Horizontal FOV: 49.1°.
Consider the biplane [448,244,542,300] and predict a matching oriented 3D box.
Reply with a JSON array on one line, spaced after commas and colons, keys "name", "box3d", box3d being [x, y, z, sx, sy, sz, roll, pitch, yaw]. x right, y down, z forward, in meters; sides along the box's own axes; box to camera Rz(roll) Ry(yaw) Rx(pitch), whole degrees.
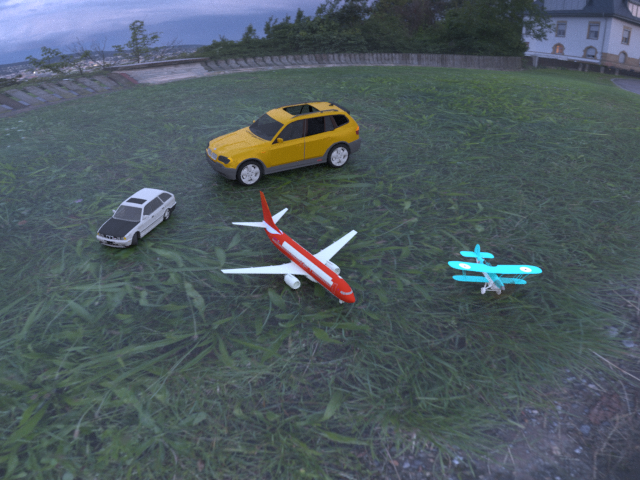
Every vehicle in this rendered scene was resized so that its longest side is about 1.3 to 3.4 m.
[{"name": "biplane", "box3d": [2.340, 0.420, 9.652, 1.336, 0.504, 1.090, -4, 28, -8]}]

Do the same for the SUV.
[{"name": "SUV", "box3d": [-0.686, -1.945, 13.503, 3.058, 1.128, 1.276, -14, 31, -25]}]

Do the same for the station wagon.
[{"name": "station wagon", "box3d": [-2.945, -0.405, 11.262, 0.682, 0.473, 1.597, 9, 29, 17]}]

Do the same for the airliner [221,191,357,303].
[{"name": "airliner", "box3d": [-0.246, 0.098, 9.910, 2.257, 0.835, 2.541, -17, 32, -29]}]
